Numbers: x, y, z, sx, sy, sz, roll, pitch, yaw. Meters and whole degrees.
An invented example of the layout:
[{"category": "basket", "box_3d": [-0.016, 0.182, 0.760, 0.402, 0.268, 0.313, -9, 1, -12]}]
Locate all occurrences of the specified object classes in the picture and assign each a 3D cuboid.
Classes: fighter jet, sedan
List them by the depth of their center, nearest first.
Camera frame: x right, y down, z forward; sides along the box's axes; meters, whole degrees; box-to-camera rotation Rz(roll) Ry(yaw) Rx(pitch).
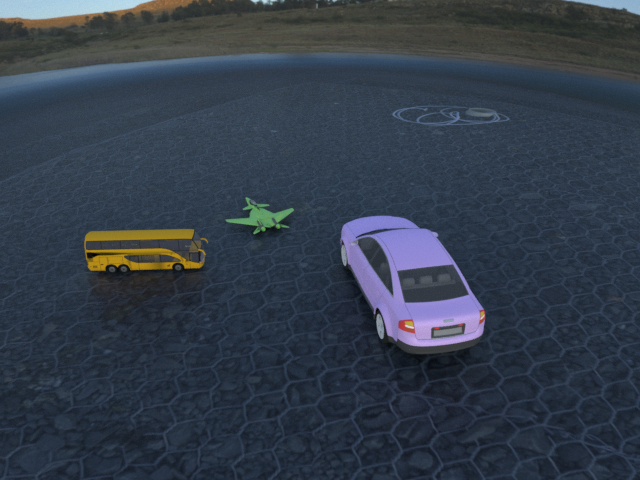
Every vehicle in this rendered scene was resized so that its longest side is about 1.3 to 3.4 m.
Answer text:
[{"category": "sedan", "box_3d": [1.088, 0.338, 9.090, 1.235, 0.940, 3.137, -6, 28, -11]}, {"category": "fighter jet", "box_3d": [-1.010, -0.516, 11.422, 1.147, 0.286, 1.358, -11, 30, -20]}]

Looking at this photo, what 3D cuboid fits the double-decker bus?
[{"category": "double-decker bus", "box_3d": [-2.437, 0.147, 9.883, 1.672, 0.541, 0.389, -1, 28, -3]}]
